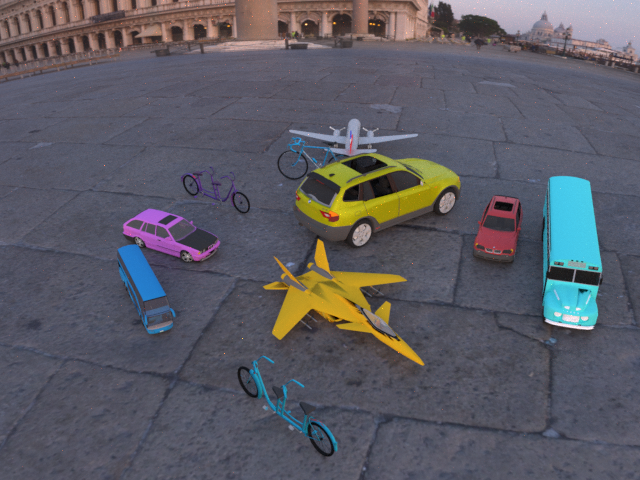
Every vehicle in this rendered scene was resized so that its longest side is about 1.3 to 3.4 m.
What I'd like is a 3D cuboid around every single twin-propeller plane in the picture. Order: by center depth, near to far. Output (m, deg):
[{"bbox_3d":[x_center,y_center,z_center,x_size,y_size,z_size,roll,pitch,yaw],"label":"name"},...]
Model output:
[{"bbox_3d":[0.669,-2.176,14.309,2.663,0.792,2.129,3,30,5],"label":"twin-propeller plane"}]

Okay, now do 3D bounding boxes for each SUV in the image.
[{"bbox_3d":[2.846,-0.210,11.082,0.656,0.580,1.572,10,31,17],"label":"SUV"},{"bbox_3d":[1.012,-0.858,11.663,3.058,1.128,1.276,-20,35,-31],"label":"SUV"}]

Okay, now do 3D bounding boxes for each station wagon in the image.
[{"bbox_3d":[-2.339,-0.107,11.010,1.597,0.473,0.682,15,33,25],"label":"station wagon"}]

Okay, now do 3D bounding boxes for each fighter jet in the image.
[{"bbox_3d":[0.443,0.845,9.260,2.229,0.557,2.640,-21,36,-32],"label":"fighter jet"}]

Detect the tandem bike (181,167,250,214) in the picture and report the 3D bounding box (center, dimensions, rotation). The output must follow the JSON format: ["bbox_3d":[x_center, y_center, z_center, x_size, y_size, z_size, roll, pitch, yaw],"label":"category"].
[{"bbox_3d":[-1.854,-0.941,12.259,1.642,0.682,0.283,20,35,31],"label":"tandem bike"}]

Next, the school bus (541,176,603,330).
[{"bbox_3d":[3.653,0.104,10.267,0.709,0.844,3.322,8,31,13],"label":"school bus"}]

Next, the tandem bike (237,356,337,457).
[{"bbox_3d":[-0.394,1.737,7.573,0.283,0.682,1.642,-25,38,-37],"label":"tandem bike"}]

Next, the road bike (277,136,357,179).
[{"bbox_3d":[-0.046,-1.473,13.020,1.545,0.852,0.358,6,30,10],"label":"road bike"}]

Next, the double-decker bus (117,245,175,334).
[{"bbox_3d":[-2.412,0.666,9.590,0.389,0.541,1.672,-14,33,-23],"label":"double-decker bus"}]
